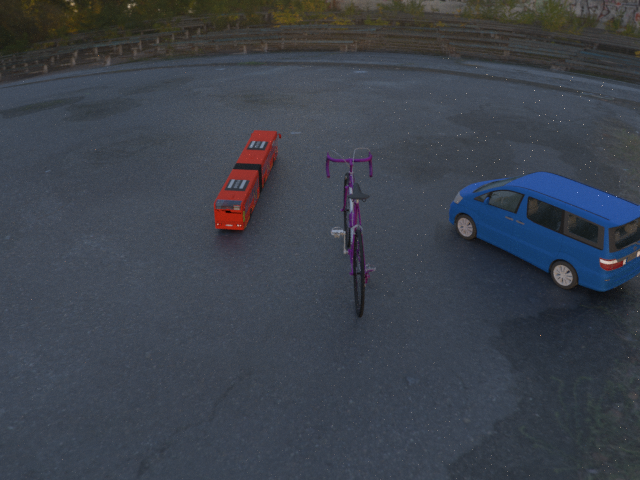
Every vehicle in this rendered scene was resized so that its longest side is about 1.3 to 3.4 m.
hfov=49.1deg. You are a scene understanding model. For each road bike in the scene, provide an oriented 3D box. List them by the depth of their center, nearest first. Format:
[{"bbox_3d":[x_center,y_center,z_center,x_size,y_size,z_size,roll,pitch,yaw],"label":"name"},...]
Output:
[{"bbox_3d":[0.468,-0.227,9.880,0.696,1.656,3.004,-1,29,-2],"label":"road bike"}]

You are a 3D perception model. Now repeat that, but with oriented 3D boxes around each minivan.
[{"bbox_3d":[3.338,-0.331,10.539,1.324,1.197,3.011,-21,35,-32],"label":"minivan"}]

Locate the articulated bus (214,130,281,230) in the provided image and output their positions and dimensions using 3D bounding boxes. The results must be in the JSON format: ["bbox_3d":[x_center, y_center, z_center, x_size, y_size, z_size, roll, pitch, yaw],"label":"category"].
[{"bbox_3d":[-1.271,-1.172,12.698,0.605,0.561,3.401,3,29,6],"label":"articulated bus"}]
